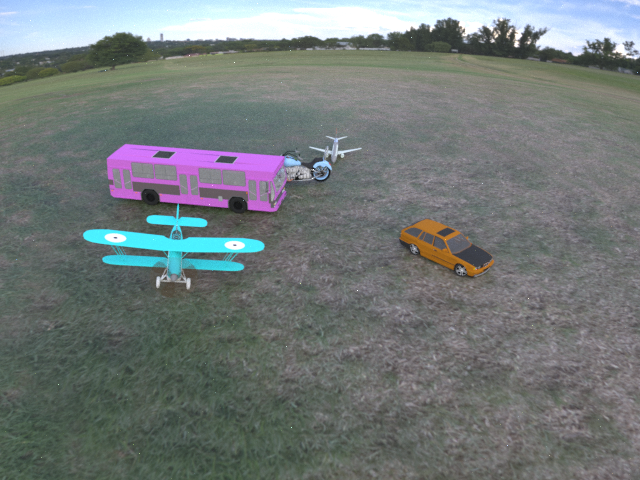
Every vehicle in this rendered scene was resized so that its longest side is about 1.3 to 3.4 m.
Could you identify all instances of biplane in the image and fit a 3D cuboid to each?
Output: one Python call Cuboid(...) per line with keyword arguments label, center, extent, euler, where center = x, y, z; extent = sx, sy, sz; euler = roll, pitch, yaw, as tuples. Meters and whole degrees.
Cuboid(label="biplane", center=(-2.176, 0.106, 10.771), extent=(2.598, 0.981, 2.120), euler=(-4, 29, -8))

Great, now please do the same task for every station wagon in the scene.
Cuboid(label="station wagon", center=(2.049, 0.088, 11.340), extent=(0.682, 0.473, 1.597), euler=(-24, 36, -37))

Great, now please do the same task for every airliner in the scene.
Cuboid(label="airliner", center=(0.332, -2.068, 15.398), extent=(1.161, 0.429, 1.307), euler=(2, 28, 4))

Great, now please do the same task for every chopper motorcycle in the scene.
Cuboid(label="chopper motorcycle", center=(-0.539, -1.458, 13.911), extent=(1.563, 0.761, 0.466), euler=(-5, 29, -9))

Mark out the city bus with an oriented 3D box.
Cuboid(label="city bus", center=(-2.302, -1.143, 13.184), extent=(3.255, 0.894, 0.926), euler=(6, 29, 10))
